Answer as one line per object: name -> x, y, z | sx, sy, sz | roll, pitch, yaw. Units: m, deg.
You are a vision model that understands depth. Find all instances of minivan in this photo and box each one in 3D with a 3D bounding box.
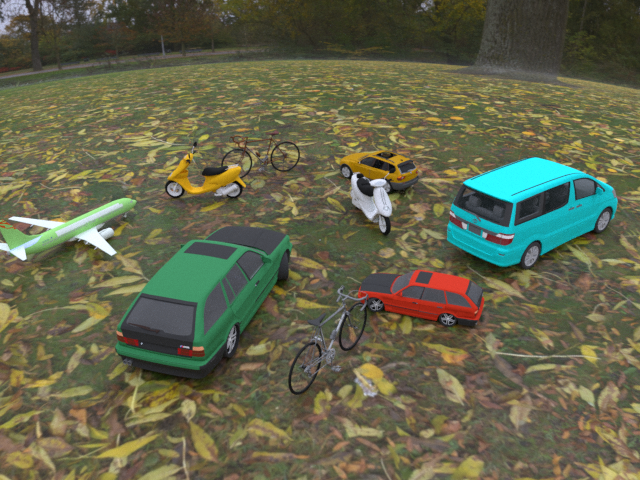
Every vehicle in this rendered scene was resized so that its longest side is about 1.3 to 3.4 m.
minivan -> 3.304, -0.561, 10.555 | 3.011, 1.197, 1.324 | -20, 34, -33

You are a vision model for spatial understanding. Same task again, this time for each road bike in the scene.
road bike -> 0.116, 1.082, 7.782 | 0.358, 0.852, 1.545 | 18, 32, 30
road bike -> -1.084, -1.584, 12.887 | 1.545, 0.852, 0.358 | -12, 30, -21

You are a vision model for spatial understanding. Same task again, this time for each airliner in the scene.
airliner -> -3.717, -0.350, 10.542 | 2.257, 0.835, 2.541 | 16, 32, 28

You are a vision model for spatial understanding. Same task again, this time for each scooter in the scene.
scooter -> 0.812, -0.731, 11.180 | 0.662, 0.919, 1.399 | -10, 29, -19
scooter -> -1.981, -1.143, 11.969 | 1.399, 0.919, 0.662 | 0, 28, 0

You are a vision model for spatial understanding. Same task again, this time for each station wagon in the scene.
station wagon -> 1.284, 0.672, 8.975 | 1.597, 0.473, 0.682 | 10, 29, 18
station wagon -> -1.317, 0.491, 8.839 | 1.327, 0.920, 3.105 | 8, 29, 15

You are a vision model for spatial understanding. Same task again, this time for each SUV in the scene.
SUV -> 1.056, -1.330, 12.694 | 0.656, 0.580, 1.572 | -25, 36, -39
